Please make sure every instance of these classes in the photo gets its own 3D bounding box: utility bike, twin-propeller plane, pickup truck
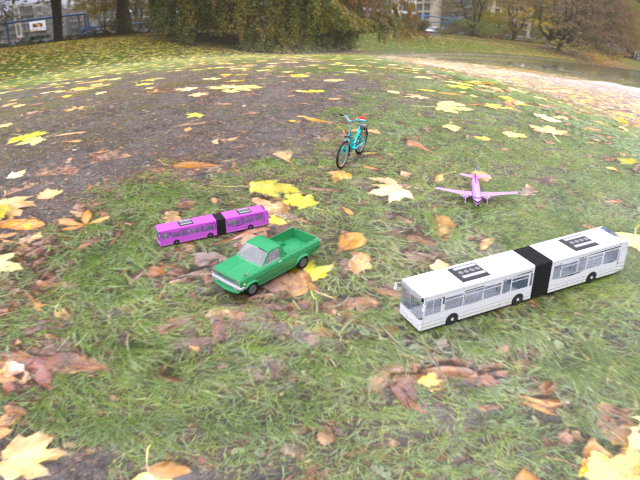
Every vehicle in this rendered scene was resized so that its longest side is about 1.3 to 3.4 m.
[{"bbox_3d":[0.677,-1.939,13.227,0.535,0.946,1.435,13,31,23],"label":"utility bike"},{"bbox_3d":[2.651,-0.912,11.874,1.370,0.407,1.095,4,28,7],"label":"twin-propeller plane"},{"bbox_3d":[-0.719,0.221,9.639,0.640,0.511,1.603,23,36,36],"label":"pickup truck"}]

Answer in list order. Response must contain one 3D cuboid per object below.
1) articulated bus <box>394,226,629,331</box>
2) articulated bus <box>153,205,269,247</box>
[{"bbox_3d":[2.578,0.458,9.141,3.401,0.561,0.605,-13,31,-23],"label":"articulated bus"},{"bbox_3d":[-1.642,-0.228,10.717,1.749,0.289,0.311,-13,31,-22],"label":"articulated bus"}]
